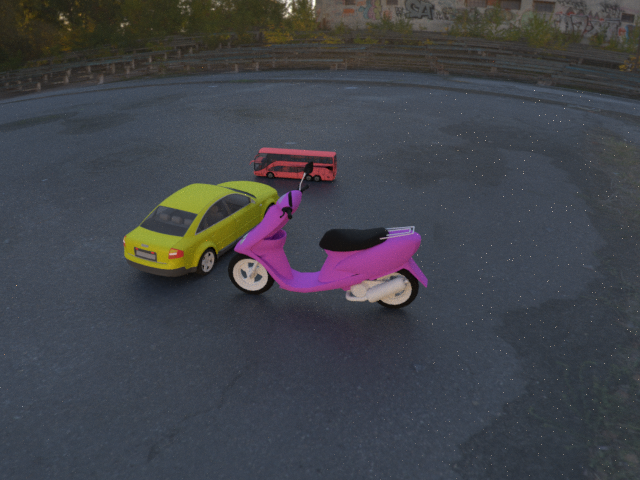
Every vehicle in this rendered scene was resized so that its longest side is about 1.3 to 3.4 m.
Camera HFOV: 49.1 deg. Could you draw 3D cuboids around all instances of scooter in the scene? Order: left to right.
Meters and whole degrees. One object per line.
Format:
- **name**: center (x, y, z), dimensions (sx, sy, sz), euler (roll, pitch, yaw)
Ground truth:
- **scooter**: center (0.069, 0.030, 9.181), dimensions (2.721, 1.786, 1.288), euler (5, 27, 10)

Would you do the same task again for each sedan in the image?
- **sedan**: center (-1.740, -0.387, 10.967), dimensions (1.235, 0.940, 3.137), euler (13, 29, 24)

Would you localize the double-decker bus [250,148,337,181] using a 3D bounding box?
- **double-decker bus**: center (-0.508, -1.469, 13.582), dimensions (1.672, 0.541, 0.389), euler (5, 27, 9)
